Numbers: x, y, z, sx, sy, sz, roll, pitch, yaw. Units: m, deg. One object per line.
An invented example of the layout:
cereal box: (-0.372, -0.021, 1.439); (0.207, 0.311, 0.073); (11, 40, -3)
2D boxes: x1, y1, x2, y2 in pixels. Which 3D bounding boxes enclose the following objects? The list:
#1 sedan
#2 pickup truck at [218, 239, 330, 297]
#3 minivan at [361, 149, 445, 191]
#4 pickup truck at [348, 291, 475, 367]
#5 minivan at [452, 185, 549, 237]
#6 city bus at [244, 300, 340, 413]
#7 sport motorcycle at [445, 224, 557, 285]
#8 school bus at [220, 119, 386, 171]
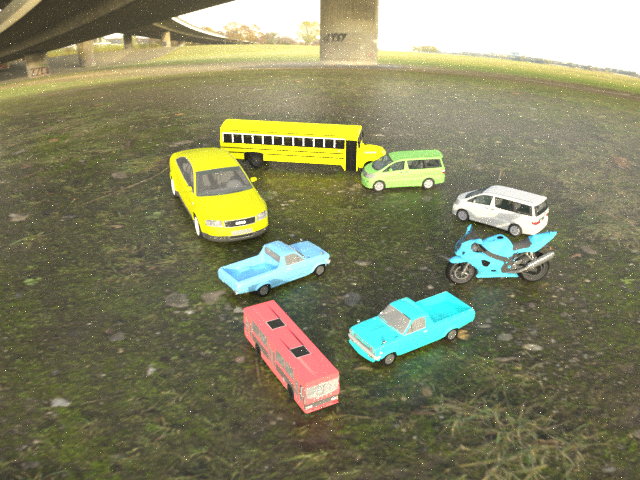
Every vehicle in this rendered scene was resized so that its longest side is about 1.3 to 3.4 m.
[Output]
sedan: (-1.791, -0.938, 12.004); (1.235, 0.940, 3.137); (-10, 29, -20)
pickup truck: (-0.631, 0.344, 9.933); (1.603, 0.511, 0.640); (-18, 32, -32)
minivan: (1.550, -1.325, 13.134); (1.548, 0.616, 0.681); (-3, 27, -7)
pickup truck: (1.140, 1.011, 8.606); (1.603, 0.511, 0.640); (-16, 31, -28)
minivan: (2.967, -0.552, 11.597); (1.548, 0.616, 0.681); (19, 33, 34)
city bus: (-0.365, 1.314, 8.060); (0.476, 0.460, 1.674); (-14, 30, -25)
sport motorcycle: (2.521, 0.236, 9.802); (1.520, 0.821, 0.506); (-2, 27, -4)
school bus: (-0.315, -1.892, 14.006); (3.322, 0.844, 0.709); (4, 27, 9)
